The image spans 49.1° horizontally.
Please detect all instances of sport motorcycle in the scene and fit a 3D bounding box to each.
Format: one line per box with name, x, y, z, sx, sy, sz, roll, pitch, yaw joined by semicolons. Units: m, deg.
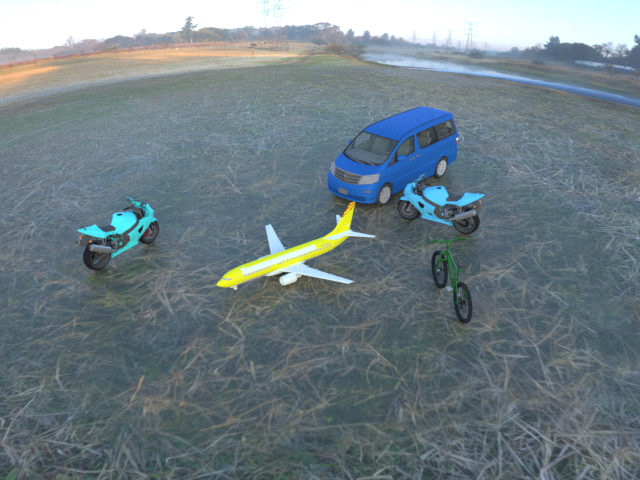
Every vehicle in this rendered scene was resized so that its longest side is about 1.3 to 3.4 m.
sport motorcycle;-3.124;-0.112;10.978;0.506;0.821;1.520;18;33;30
sport motorcycle;2.029;-0.598;11.907;1.520;0.821;0.506;15;31;27

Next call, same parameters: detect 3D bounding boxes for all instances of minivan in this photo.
minivan;1.444;-1.671;13.550;1.324;1.197;3.011;23;36;37

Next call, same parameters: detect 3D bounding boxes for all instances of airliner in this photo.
airliner;-0.441;0.093;10.571;2.541;0.835;2.257;-18;33;-31

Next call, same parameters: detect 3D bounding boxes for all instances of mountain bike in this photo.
mountain bike;1.837;0.502;9.756;0.573;0.868;1.469;-5;28;-10
